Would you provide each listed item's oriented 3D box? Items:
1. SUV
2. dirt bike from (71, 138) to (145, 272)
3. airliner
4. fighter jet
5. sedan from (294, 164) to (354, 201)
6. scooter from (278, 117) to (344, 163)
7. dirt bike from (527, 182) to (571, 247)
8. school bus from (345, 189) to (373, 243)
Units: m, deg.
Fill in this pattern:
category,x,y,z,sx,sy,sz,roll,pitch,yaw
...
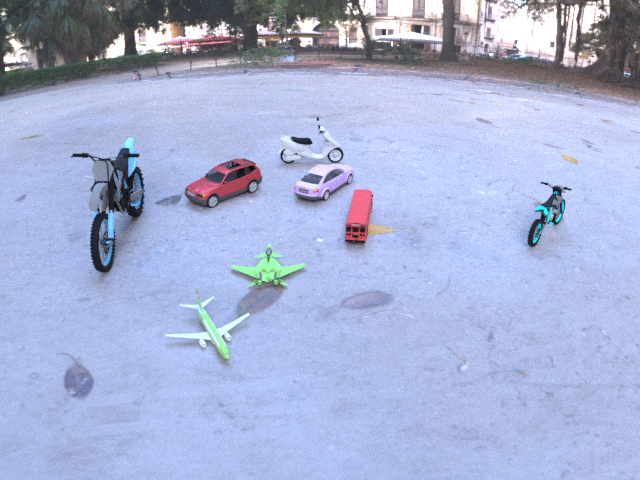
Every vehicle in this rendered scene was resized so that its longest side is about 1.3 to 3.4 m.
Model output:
category,x,y,z,sx,sy,sz,roll,pitch,yaw
SUV,-1.827,-1.120,13.319,0.656,0.580,1.572,24,36,39
dirt bike,-3.298,-0.745,11.413,1.024,1.666,2.903,0,27,0
airliner,-1.427,1.103,9.189,1.161,0.429,1.307,-13,30,-23
fighter jet,-0.804,0.288,10.918,1.147,0.286,1.358,-1,27,-2
sedan,0.103,-1.211,13.599,0.635,0.483,1.613,16,31,27
scooter,-0.197,-2.058,14.762,1.399,0.919,0.662,-1,27,-3
dirt bike,3.849,-0.481,11.784,0.527,0.857,1.493,20,33,33
school bus,0.698,-0.464,12.211,0.365,0.434,1.708,4,28,7
